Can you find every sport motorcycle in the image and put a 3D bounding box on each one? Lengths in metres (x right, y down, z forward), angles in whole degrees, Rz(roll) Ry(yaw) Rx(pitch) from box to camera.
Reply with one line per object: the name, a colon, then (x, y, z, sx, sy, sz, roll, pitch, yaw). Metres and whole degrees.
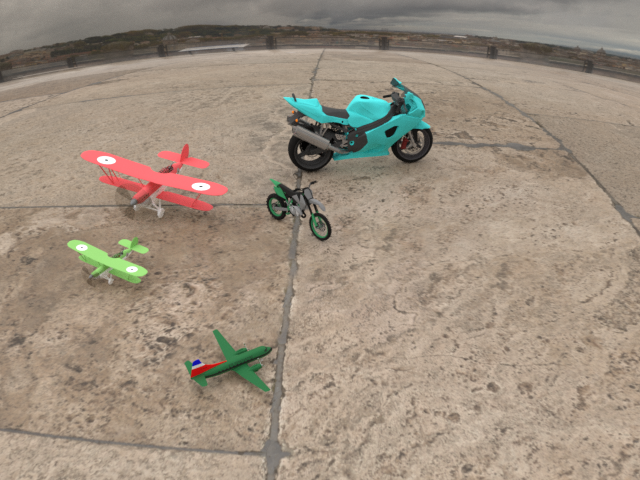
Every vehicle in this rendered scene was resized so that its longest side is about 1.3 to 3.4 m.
sport motorcycle: (0.778, -2.148, 13.407, 2.955, 1.596, 0.983, -6, 30, -10)

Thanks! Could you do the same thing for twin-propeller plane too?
twin-propeller plane: (-1.044, 1.430, 8.363, 1.095, 0.407, 1.370, -18, 35, -29)

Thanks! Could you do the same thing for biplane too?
biplane: (-2.981, 0.307, 10.224, 1.336, 0.504, 1.090, 13, 32, 22)
biplane: (-2.690, -1.039, 12.091, 2.598, 0.981, 2.120, 8, 31, 14)

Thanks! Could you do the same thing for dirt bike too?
dirt bike: (-0.357, -0.555, 11.372, 1.493, 0.857, 0.527, 26, 39, 37)
